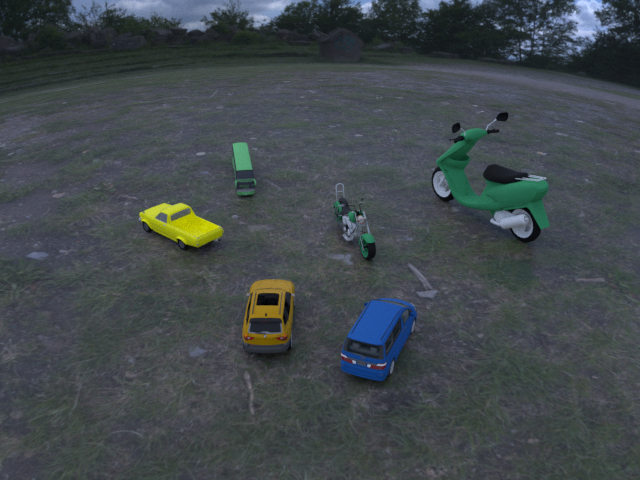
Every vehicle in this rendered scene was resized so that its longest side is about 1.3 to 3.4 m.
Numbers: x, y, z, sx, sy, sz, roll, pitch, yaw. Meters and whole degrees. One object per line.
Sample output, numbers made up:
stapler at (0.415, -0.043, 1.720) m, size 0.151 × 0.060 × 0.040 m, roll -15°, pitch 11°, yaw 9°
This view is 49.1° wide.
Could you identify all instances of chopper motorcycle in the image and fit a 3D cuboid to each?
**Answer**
chopper motorcycle at (0.559, -0.320, 11.496) m, size 0.466 × 0.761 × 1.563 m, roll -9°, pitch 29°, yaw -17°

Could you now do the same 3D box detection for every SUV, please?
SUV at (-0.668, 0.922, 9.334) m, size 0.656 × 0.580 × 1.572 m, roll 0°, pitch 28°, yaw 0°

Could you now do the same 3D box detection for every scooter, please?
scooter at (2.873, -1.145, 11.962) m, size 1.288 × 1.786 × 2.721 m, roll -17°, pitch 32°, yaw -29°

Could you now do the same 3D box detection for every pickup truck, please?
pickup truck at (-2.343, -0.289, 11.707) m, size 1.603 × 0.511 × 0.640 m, roll 22°, pitch 35°, yaw 36°

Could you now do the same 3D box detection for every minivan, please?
minivan at (0.783, 1.136, 8.890) m, size 0.681 × 0.616 × 1.548 m, roll 11°, pitch 30°, yaw 20°

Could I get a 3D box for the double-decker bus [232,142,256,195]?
double-decker bus at (-1.516, -1.394, 13.771) m, size 0.389 × 0.541 × 1.672 m, roll -4°, pitch 28°, yaw -8°
